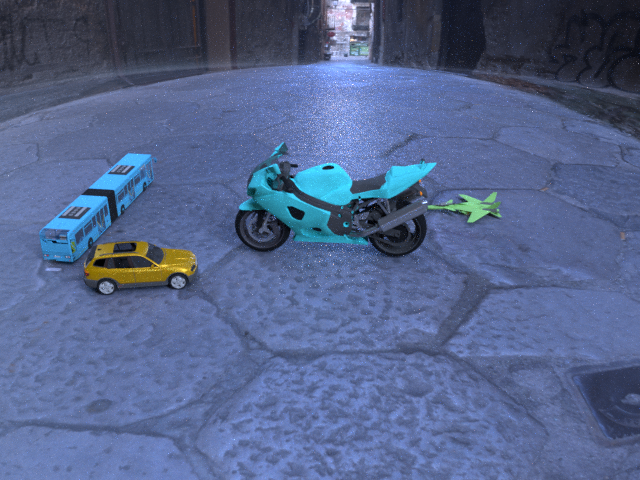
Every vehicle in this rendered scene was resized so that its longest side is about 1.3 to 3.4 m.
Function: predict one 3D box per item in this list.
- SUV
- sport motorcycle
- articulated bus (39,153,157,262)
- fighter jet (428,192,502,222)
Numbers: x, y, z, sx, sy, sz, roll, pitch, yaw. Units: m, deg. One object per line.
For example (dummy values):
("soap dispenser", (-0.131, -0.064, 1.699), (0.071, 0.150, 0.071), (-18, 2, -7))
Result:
("SUV", (-2.513, 0.336, 9.830), (1.572, 0.580, 0.656), (-4, 27, -8))
("sport motorcycle", (0.183, -0.518, 10.379), (2.955, 1.596, 0.983), (2, 27, 3))
("articulated bus", (-3.616, -0.640, 11.748), (0.605, 0.561, 3.401), (4, 27, 8))
("fighter jet", (2.395, -0.618, 12.006), (1.358, 0.286, 1.147), (1, 27, 2))
